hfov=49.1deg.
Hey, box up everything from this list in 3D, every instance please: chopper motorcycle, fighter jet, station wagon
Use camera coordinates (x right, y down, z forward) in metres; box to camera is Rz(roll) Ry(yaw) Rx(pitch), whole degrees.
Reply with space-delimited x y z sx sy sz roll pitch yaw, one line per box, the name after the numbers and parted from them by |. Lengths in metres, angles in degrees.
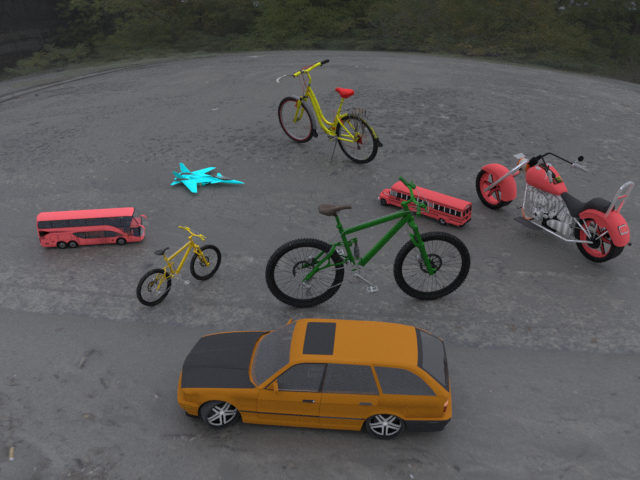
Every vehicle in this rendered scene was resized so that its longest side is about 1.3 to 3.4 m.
3.686 -0.763 11.307 0.906 1.480 3.040 -17 34 -27 | chopper motorcycle
-2.097 -1.205 13.277 1.358 0.286 1.147 5 30 9 | fighter jet
-0.071 1.467 7.982 3.105 0.920 1.327 2 30 4 | station wagon

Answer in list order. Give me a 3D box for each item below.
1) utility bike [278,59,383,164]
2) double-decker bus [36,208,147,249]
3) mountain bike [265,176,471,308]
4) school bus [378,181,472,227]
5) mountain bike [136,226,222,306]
0.082 -2.559 14.076 2.791 1.839 1.039 23 37 35 | utility bike
-3.653 -0.201 11.271 1.672 0.541 0.389 -4 30 -6 | double-decker bus
0.676 0.156 9.496 2.857 1.688 1.114 -3 30 -5 | mountain bike
1.791 -0.650 12.160 1.708 0.434 0.365 21 36 32 | school bus
-1.994 0.364 9.958 0.573 0.868 1.469 25 38 37 | mountain bike
